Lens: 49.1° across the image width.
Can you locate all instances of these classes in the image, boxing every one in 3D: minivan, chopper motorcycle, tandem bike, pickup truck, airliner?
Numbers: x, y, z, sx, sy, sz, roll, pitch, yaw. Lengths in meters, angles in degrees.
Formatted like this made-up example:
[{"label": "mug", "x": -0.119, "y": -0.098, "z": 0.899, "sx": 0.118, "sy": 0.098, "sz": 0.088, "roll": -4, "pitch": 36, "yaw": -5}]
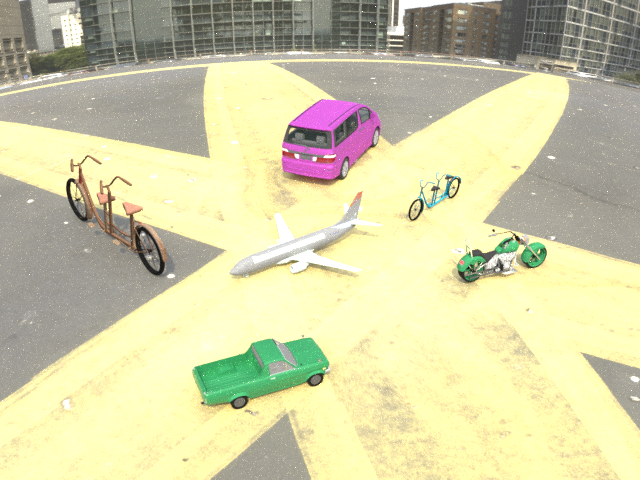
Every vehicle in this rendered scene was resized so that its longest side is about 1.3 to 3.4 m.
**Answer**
[{"label": "minivan", "x": 0.311, "y": -2.209, "z": 14.256, "sx": 1.324, "sy": 1.197, "sz": 3.011, "roll": 12, "pitch": 32, "yaw": 20}, {"label": "chopper motorcycle", "x": 2.751, "y": 0.188, "z": 10.451, "sx": 1.563, "sy": 0.761, "sz": 0.466, "roll": -12, "pitch": 32, "yaw": -20}, {"label": "tandem bike", "x": 2.063, "y": -0.867, "z": 12.401, "sx": 0.283, "sy": 0.682, "sz": 1.642, "roll": 24, "pitch": 37, "yaw": 36}, {"label": "pickup truck", "x": -0.691, "y": 1.522, "z": 8.342, "sx": 1.603, "sy": 0.511, "sz": 0.640, "roll": -12, "pitch": 32, "yaw": -21}, {"label": "tandem bike", "x": -3.322, "y": -0.483, "z": 11.066, "sx": 0.550, "sy": 1.326, "sz": 3.192, "roll": -24, "pitch": 38, "yaw": -36}, {"label": "airliner", "x": -0.304, "y": -0.076, "z": 10.844, "sx": 2.541, "sy": 0.835, "sz": 2.257, "roll": -19, "pitch": 35, "yaw": -31}]
